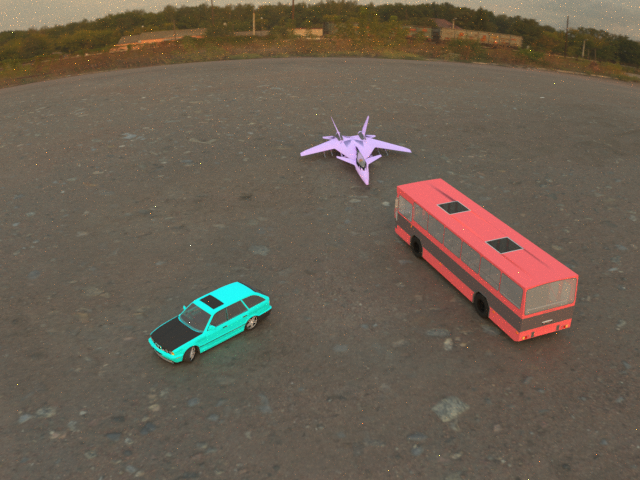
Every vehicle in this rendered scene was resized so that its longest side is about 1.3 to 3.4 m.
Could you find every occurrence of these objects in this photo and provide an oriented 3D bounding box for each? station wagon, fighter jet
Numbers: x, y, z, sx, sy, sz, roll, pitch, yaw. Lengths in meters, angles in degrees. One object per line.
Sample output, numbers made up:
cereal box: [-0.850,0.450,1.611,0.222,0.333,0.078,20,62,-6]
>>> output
station wagon: [-1.371,0.981,8.780,1.597,0.473,0.682,-25,37,-38]
fighter jet: [0.742,-1.780,13.824,2.229,0.557,2.640,-2,28,-5]

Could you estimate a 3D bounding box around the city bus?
city bus: [2.155,0.186,9.815,0.926,0.894,3.255,-11,30,-20]
